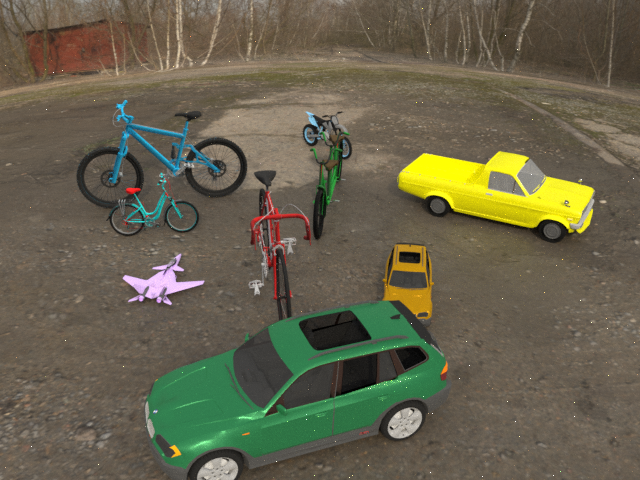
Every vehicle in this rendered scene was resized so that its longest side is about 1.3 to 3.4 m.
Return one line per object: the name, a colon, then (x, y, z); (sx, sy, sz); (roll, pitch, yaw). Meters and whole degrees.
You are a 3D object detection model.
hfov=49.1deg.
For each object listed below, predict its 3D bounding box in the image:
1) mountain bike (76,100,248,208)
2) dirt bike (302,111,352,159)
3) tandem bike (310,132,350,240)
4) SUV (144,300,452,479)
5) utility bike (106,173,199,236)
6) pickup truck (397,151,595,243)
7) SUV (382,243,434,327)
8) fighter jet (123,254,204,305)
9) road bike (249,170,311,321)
mountain bike: (-2.655, -1.416, 11.801); (2.857, 1.688, 1.114); (-7, 28, -13)
dirt bike: (0.142, -2.189, 14.196); (0.527, 0.857, 1.493); (-21, 34, -35)
tandem bike: (0.170, -1.177, 11.734); (0.550, 1.326, 3.192); (4, 28, 8)
SUV: (-0.202, 1.406, 6.966); (3.058, 1.128, 1.276); (-10, 29, -18)
utility bike: (-2.626, -0.544, 10.926); (1.435, 0.946, 0.535); (-3, 28, -6)
pickup truck: (2.879, -0.883, 11.529); (3.117, 0.993, 1.244); (15, 31, 26)
SUV: (1.157, 0.557, 9.199); (0.656, 0.580, 1.572); (4, 28, 7)
fighter jet: (-2.153, 0.439, 9.747); (1.147, 0.286, 1.358); (4, 28, 7)
road bike: (-0.610, 0.044, 9.020); (0.696, 1.656, 3.004); (-5, 28, -9)
